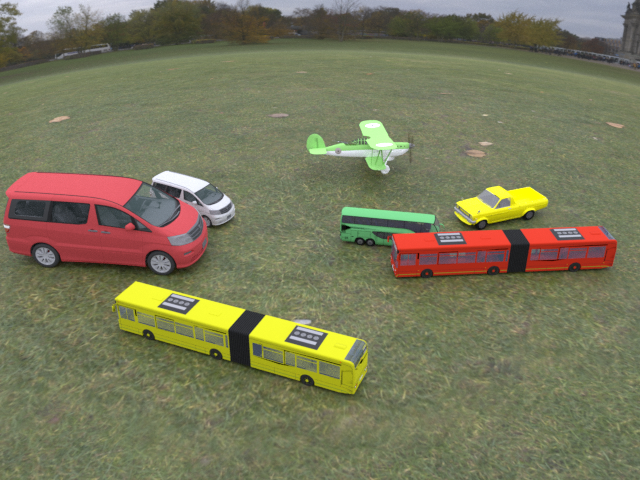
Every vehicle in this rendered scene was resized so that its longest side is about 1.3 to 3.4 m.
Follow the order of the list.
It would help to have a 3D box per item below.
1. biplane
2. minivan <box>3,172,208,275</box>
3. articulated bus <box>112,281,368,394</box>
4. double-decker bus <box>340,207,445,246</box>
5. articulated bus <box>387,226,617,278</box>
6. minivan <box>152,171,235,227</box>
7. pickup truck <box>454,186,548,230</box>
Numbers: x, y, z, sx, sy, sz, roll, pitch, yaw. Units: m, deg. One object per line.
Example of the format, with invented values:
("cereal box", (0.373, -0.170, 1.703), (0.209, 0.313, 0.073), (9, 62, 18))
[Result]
("biplane", (0.797, -1.805, 13.708), (2.120, 0.981, 2.598), (-1, 30, -3))
("minivan", (-3.284, -0.312, 10.868), (3.011, 1.197, 1.324), (3, 30, 6))
("articulated bus", (-1.073, 1.195, 8.865), (3.401, 0.561, 0.605), (12, 32, 20))
("double-decker bus", (1.158, -0.179, 11.298), (1.672, 0.541, 0.389), (6, 30, 10))
("articulated bus", (2.753, 0.172, 10.661), (3.401, 0.561, 0.605), (-2, 30, -4))
("minivan", (-2.222, -0.729, 12.188), (1.548, 0.616, 0.681), (16, 33, 25))
("pickup truck", (3.141, -0.630, 12.120), (1.603, 0.511, 0.640), (-11, 32, -19))
